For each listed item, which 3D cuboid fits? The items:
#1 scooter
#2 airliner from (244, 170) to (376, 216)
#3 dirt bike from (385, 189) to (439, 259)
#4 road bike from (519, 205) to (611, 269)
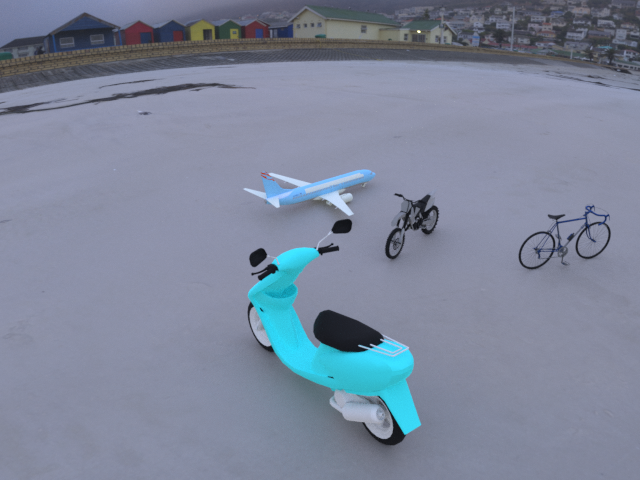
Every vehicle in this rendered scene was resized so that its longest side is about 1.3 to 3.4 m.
[{"bbox_3d":[0.018,0.850,7.199,1.288,1.786,2.721,-20,33,-34],"label":"scooter"},{"bbox_3d":[0.016,-1.044,11.921,2.541,0.835,2.257,-20,33,-34],"label":"airliner"},{"bbox_3d":[1.408,-0.301,10.453,0.527,0.857,1.493,19,33,33],"label":"dirt bike"},{"bbox_3d":[3.508,-0.036,9.944,1.545,0.852,0.358,-9,29,-17],"label":"road bike"}]
